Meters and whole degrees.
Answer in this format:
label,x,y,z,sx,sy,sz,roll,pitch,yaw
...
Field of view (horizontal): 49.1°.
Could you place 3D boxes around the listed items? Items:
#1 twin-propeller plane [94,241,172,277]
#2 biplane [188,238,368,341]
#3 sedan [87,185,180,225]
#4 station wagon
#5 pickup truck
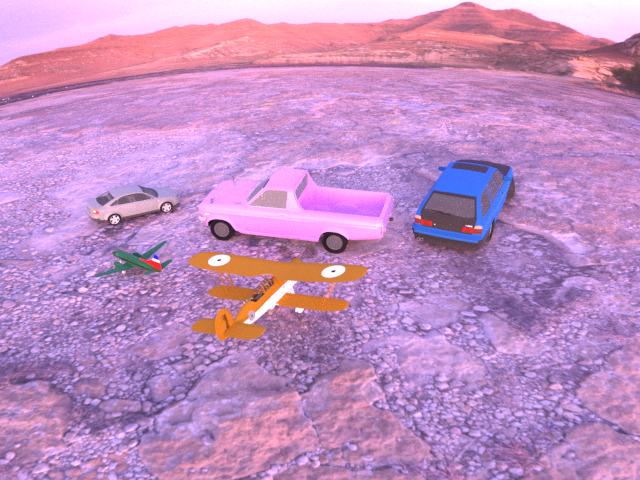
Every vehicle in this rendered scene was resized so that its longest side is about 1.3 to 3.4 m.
label,x,y,z,sx,sy,sz,roll,pitch,yaw
twin-propeller plane,-2.735,0.272,10.415,1.095,0.407,1.370,19,33,31
biplane,-0.750,0.707,8.956,2.598,0.981,2.120,13,30,23
sedan,-3.234,-0.690,12.183,1.613,0.483,0.635,-16,31,-27
station wagon,2.554,-0.848,12.013,1.327,0.920,3.105,11,30,21
pickup truck,-0.387,-0.566,11.393,3.117,0.993,1.244,6,28,12
